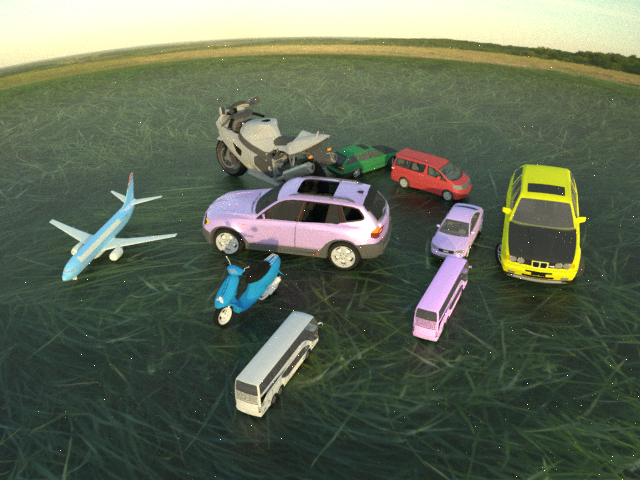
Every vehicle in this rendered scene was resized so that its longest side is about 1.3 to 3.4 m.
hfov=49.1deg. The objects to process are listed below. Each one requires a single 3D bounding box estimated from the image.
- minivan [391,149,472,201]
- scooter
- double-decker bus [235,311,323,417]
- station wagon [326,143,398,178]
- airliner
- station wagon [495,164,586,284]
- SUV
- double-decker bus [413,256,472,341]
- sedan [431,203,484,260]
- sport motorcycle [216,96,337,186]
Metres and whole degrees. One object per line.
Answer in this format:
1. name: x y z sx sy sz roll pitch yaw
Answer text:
1. minivan: 2.125 -1.251 13.294 1.548 0.616 0.681 20 35 32
2. scooter: -1.000 0.567 9.774 0.662 0.919 1.399 21 36 32
3. double-decker bus: -0.485 1.455 8.589 0.389 0.541 1.672 13 32 21
4. station wagon: 0.896 -1.688 14.209 1.597 0.473 0.682 -20 35 -31
5. airliner: -3.500 -0.227 11.262 2.257 0.835 2.541 6 30 11
6. station wagon: 3.637 -0.399 11.480 1.327 0.920 3.105 8 31 14
7. SUV: -0.372 -0.400 11.271 3.058 1.128 1.276 7 30 11
8. double-decker bus: 1.725 0.766 9.806 0.389 0.541 1.672 13 32 22
9. sedan: 2.284 -0.194 11.560 0.635 0.483 1.613 12 32 21
10. sport motorcycle: -0.940 -1.637 12.980 2.955 1.596 0.983 24 37 36
